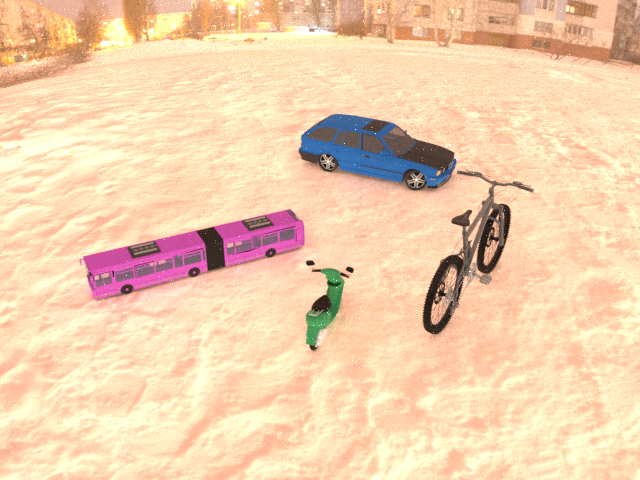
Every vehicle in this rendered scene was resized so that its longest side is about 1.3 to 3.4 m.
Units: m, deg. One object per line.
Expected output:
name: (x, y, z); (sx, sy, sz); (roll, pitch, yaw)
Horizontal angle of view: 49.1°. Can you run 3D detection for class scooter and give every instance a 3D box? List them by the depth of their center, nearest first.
scooter: (0.082, 0.789, 9.337); (0.662, 0.919, 1.399); (9, 31, 15)

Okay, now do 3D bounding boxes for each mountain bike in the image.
mountain bike: (2.143, 0.095, 9.766); (1.114, 1.688, 2.857); (18, 35, 29)

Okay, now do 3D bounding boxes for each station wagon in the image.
station wagon: (1.144, -1.818, 13.822); (3.105, 0.920, 1.327); (15, 33, 24)

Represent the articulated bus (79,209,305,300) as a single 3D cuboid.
articulated bus: (-1.866, 0.180, 10.740); (3.401, 0.561, 0.605); (-14, 33, -23)
